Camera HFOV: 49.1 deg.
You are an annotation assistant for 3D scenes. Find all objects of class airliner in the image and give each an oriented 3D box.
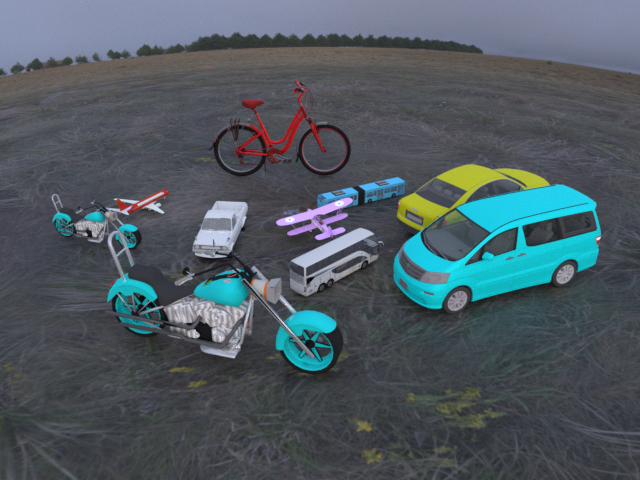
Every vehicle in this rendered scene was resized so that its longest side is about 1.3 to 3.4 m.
[{"bbox_3d":[-3.130,-0.745,12.433,1.161,0.429,1.307,15,31,27],"label":"airliner"}]

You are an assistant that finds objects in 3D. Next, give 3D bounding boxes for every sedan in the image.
[{"bbox_3d":[2.704,-0.766,11.922,3.137,0.940,1.235,-19,33,-32],"label":"sedan"}]

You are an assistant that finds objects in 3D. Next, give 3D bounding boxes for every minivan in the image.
[{"bbox_3d":[2.538,0.065,10.059,3.011,1.197,1.324,-11,30,-20],"label":"minivan"}]

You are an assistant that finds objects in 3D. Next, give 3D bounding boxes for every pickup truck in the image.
[{"bbox_3d":[-1.600,-0.239,11.379,0.640,0.511,1.603,3,28,5],"label":"pickup truck"}]

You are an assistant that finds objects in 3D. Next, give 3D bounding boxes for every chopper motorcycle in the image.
[{"bbox_3d":[-3.604,-0.296,11.217,1.563,0.761,0.466,8,29,15],"label":"chopper motorcycle"},{"bbox_3d":[-1.208,0.748,8.450,3.040,1.480,0.906,8,29,15],"label":"chopper motorcycle"}]

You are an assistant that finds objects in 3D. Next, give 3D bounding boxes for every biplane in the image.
[{"bbox_3d":[-0.022,-0.272,11.449,1.336,0.504,1.090,-11,30,-20],"label":"biplane"}]

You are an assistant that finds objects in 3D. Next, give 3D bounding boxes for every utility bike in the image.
[{"bbox_3d":[-0.788,-2.159,13.612,2.791,1.839,1.039,0,28,-1],"label":"utility bike"}]

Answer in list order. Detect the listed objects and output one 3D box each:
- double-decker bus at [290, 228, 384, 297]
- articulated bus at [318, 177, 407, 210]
[{"bbox_3d":[0.254,0.294,10.328,0.389,0.541,1.672,25,36,39],"label":"double-decker bus"},{"bbox_3d":[0.777,-0.830,12.746,1.749,0.289,0.311,-14,31,-25],"label":"articulated bus"}]
